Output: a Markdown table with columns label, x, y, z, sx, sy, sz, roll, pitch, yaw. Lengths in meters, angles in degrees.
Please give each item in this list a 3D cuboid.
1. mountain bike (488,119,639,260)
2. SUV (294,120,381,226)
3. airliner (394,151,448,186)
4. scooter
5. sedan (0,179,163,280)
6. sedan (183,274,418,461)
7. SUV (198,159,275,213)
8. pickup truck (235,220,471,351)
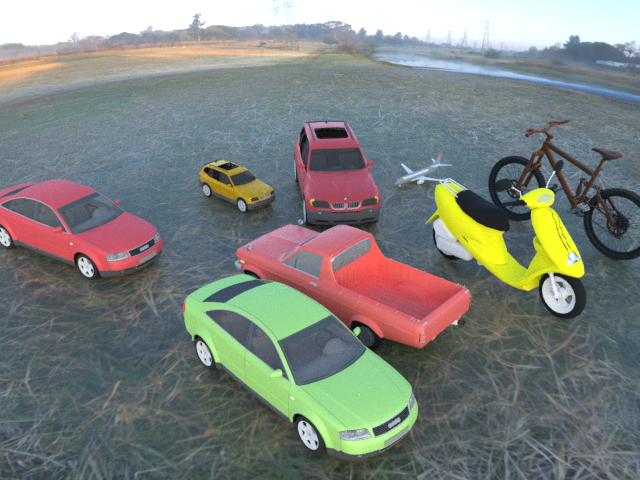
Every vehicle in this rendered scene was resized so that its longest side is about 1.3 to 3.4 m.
| label | x | y | z | sx | sy | sz | roll | pitch | yaw |
| --- | --- | --- | --- | --- | --- | --- | --- | --- | --- |
| mountain bike | 3.780 | -0.803 | 10.661 | 1.114 | 1.688 | 2.857 | -21 | 34 | -35 |
| SUV | 0.231 | -1.228 | 12.123 | 1.276 | 1.128 | 3.058 | -3 | 27 | -6 |
| airliner | 1.853 | -1.322 | 13.082 | 1.307 | 0.429 | 1.161 | -21 | 34 | -35 |
| scooter | 2.459 | -0.195 | 9.351 | 1.288 | 1.786 | 2.721 | -18 | 32 | -32 |
| sedan | -3.740 | -0.296 | 10.488 | 3.137 | 0.940 | 1.235 | 16 | 31 | 28 |
| sedan | -0.307 | 1.170 | 7.590 | 1.235 | 0.940 | 3.137 | -22 | 34 | -36 |
| SUV | -1.470 | -0.982 | 12.243 | 1.572 | 0.580 | 0.656 | 24 | 35 | 38 |
| pickup truck | 0.330 | 0.446 | 8.963 | 3.117 | 0.993 | 1.244 | 21 | 34 | 36 |
